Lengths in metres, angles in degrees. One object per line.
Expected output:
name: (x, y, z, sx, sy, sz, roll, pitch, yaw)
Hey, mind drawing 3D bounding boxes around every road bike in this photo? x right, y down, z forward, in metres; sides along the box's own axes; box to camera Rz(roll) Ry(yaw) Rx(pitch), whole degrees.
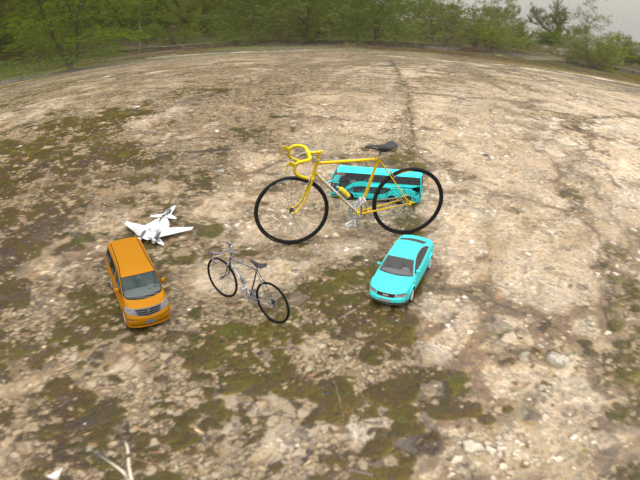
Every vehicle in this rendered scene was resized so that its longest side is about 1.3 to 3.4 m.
road bike: (0.475, -0.741, 10.750, 3.004, 1.656, 0.697, -5, 30, -9)
road bike: (-0.976, 0.552, 9.259, 1.545, 0.852, 0.358, 22, 36, 34)

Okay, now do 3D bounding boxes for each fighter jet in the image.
fighter jet: (-2.606, -0.349, 11.453, 1.147, 0.286, 1.358, 5, 30, 9)

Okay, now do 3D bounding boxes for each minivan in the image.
minivan: (-2.492, 0.558, 9.492, 0.681, 0.616, 1.548, -13, 32, -22)

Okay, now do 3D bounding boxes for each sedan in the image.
sedan: (1.179, 0.363, 9.977, 0.635, 0.483, 1.613, 12, 31, 20)

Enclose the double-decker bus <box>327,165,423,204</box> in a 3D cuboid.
double-decker bus: (0.967, -0.982, 12.327, 1.672, 0.541, 0.389, 5, 30, 9)
